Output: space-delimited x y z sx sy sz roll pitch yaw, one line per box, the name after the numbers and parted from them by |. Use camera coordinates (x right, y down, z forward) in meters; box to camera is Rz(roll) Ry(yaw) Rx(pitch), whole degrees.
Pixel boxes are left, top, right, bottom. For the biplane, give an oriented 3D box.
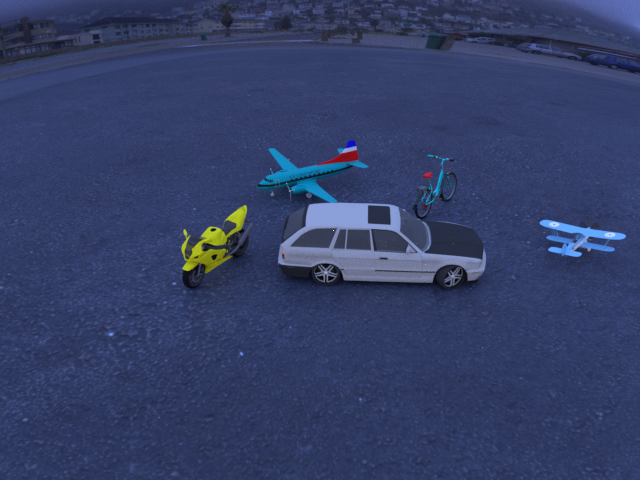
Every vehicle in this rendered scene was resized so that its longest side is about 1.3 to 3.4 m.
4.000 0.019 10.971 1.336 0.504 1.090 24 38 34 | biplane

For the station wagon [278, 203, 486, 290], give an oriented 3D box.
0.943 0.014 10.566 3.105 0.920 1.327 2 30 3 | station wagon

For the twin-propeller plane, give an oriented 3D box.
-0.199 -1.325 12.995 2.129 0.792 2.663 -15 33 -24 | twin-propeller plane

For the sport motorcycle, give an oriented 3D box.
-1.558 0.097 10.523 0.506 0.821 1.520 17 34 27 | sport motorcycle

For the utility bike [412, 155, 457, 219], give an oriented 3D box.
1.990 -0.973 12.238 0.535 0.946 1.435 22 37 33 | utility bike
